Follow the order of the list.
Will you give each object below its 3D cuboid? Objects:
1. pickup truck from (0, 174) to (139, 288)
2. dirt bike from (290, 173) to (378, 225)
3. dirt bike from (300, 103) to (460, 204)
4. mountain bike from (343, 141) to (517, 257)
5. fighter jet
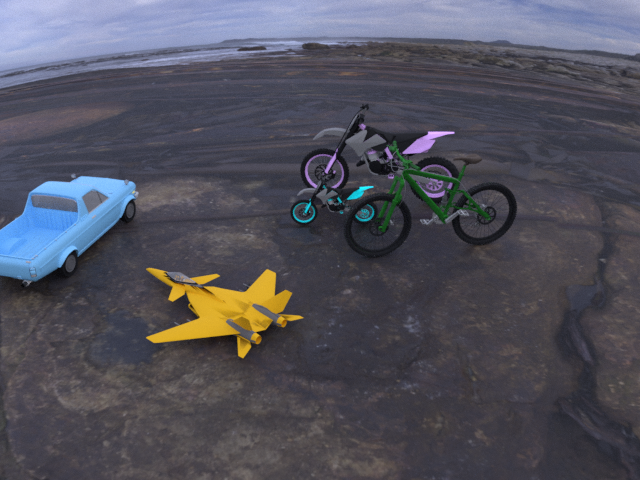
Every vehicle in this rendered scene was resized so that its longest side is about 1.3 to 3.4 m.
[{"bbox_3d":[-4.090,-0.323,11.067,1.244,0.993,3.117,7,29,13],"label":"pickup truck"},{"bbox_3d":[0.240,-0.637,11.790,1.493,0.857,0.527,-1,28,-1],"label":"dirt bike"},{"bbox_3d":[1.064,-1.477,12.492,2.903,1.666,1.024,5,29,9],"label":"dirt bike"},{"bbox_3d":[1.751,-0.584,10.818,2.857,1.688,1.114,-6,29,-11],"label":"mountain bike"},{"bbox_3d":[-1.590,0.683,9.665,2.640,0.557,2.229,22,35,35],"label":"fighter jet"}]
